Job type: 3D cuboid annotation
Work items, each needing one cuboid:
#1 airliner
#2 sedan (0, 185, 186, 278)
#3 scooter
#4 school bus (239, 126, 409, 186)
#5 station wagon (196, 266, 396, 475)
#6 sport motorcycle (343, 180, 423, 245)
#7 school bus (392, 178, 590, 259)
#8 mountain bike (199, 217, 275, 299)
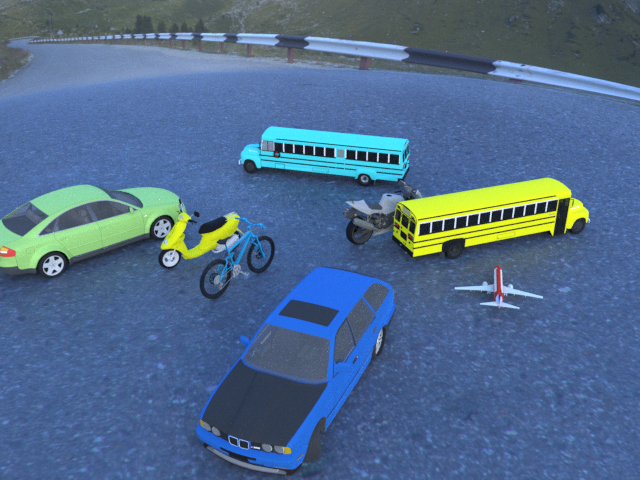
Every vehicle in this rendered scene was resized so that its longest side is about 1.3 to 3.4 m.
[{"bbox_3d":[2.438,0.563,9.536,1.161,0.429,1.307,5,27,11],"label":"airliner"},{"bbox_3d":[-3.542,-0.330,10.754,3.137,0.940,1.235,-22,34,-37],"label":"sedan"},{"bbox_3d":[-1.765,-0.132,10.381,1.399,0.919,0.662,-17,31,-30],"label":"scooter"},{"bbox_3d":[0.034,-1.642,13.489,3.322,0.844,0.709,8,28,15],"label":"school bus"},{"bbox_3d":[-0.149,1.209,7.692,1.327,0.920,3.105,11,29,21],"label":"station wagon"},{"bbox_3d":[1.055,-0.416,11.058,1.520,0.821,0.506,-14,30,-25],"label":"sport motorcycle"},{"bbox_3d":[2.770,-0.376,10.953,3.322,0.844,0.709,-10,28,-19],"label":"school bus"},{"bbox_3d":[-1.126,0.231,9.710,0.573,0.868,1.469,19,32,33],"label":"mountain bike"}]
